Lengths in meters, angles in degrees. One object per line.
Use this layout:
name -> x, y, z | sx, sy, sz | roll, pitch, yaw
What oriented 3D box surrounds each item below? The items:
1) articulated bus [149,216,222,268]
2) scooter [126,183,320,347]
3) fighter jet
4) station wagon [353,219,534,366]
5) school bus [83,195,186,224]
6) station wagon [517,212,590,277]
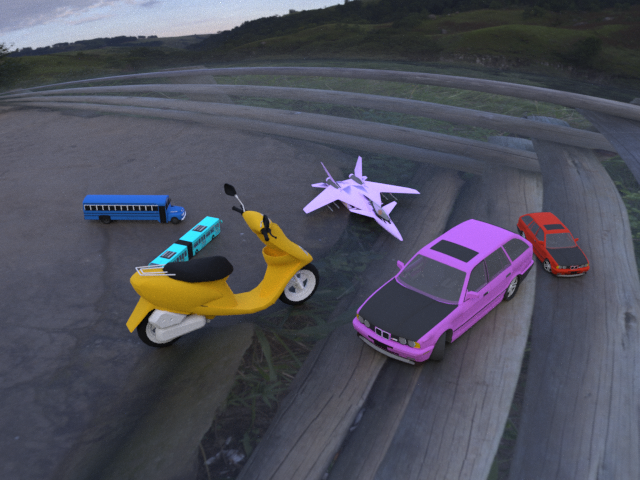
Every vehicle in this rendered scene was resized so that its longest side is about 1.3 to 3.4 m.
articulated bus -> -2.099, 0.113, 11.051 | 0.311, 0.289, 1.749 | 11, 30, 19
scooter -> -1.196, 0.356, 9.038 | 2.721, 1.786, 1.288 | -15, 32, -26
fighter jet -> 0.845, -0.725, 12.311 | 2.229, 0.557, 2.640 | -11, 30, -19
station wagon -> 1.757, 0.559, 9.571 | 1.327, 0.920, 3.105 | 23, 36, 35
school bus -> -3.193, -0.539, 12.097 | 1.708, 0.434, 0.365 | 0, 29, 1
station wagon -> 3.668, 0.015, 11.037 | 0.682, 0.473, 1.597 | -4, 29, -7
